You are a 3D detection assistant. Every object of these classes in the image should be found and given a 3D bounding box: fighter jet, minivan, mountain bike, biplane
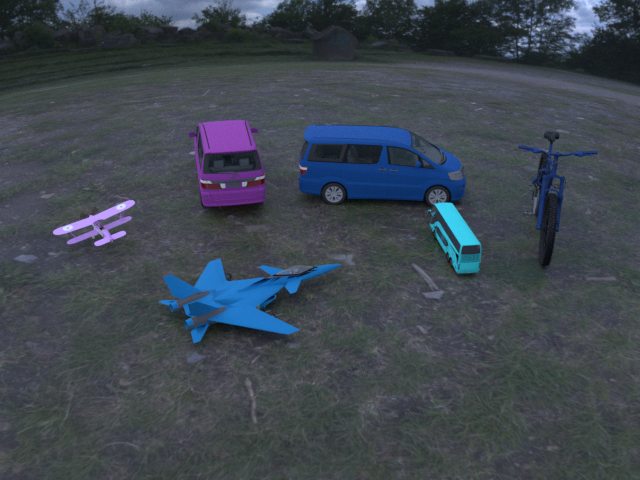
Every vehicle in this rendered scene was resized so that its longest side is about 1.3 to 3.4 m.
[{"bbox_3d":[-0.778,0.554,9.626,2.640,0.557,2.229,-17,32,-30],"label":"fighter jet"},{"bbox_3d":[-1.742,-1.597,13.060,1.324,1.197,3.011,-5,28,-10],"label":"minivan"},{"bbox_3d":[3.585,-0.821,11.041,1.114,1.688,2.857,6,28,12],"label":"mountain bike"},{"bbox_3d":[-3.487,-0.174,11.079,1.336,0.504,1.090,-18,32,-30],"label":"biplane"},{"bbox_3d":[1.128,-1.380,12.644,3.011,1.197,1.324,2,28,4],"label":"minivan"}]

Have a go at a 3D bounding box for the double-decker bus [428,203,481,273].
[{"bbox_3d":[2.068,-0.072,10.844,0.389,0.541,1.672,-3,28,-6],"label":"double-decker bus"}]
